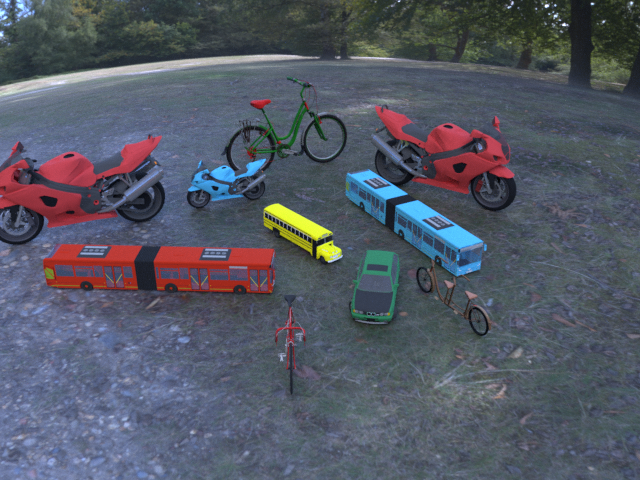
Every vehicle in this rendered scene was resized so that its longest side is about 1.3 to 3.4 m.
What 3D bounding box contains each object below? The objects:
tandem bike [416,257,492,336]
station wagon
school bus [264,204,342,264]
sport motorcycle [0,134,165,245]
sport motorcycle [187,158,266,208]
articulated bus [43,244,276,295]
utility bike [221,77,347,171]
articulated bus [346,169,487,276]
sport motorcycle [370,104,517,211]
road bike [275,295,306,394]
[{"bbox_3d":[1.830,0.720,9.714,0.283,0.682,1.642,-14,31,-25],"label":"tandem bike"},{"bbox_3d":[0.817,0.618,10.125,0.682,0.473,1.597,4,28,8],"label":"station wagon"},{"bbox_3d":[-0.292,-0.112,11.538,0.365,0.434,1.708,-22,35,-35],"label":"school bus"},{"bbox_3d":[-4.033,-0.861,11.708,2.955,1.596,0.983,-12,30,-22],"label":"sport motorcycle"},{"bbox_3d":[-1.715,-1.052,12.891,1.520,0.821,0.506,-10,30,-19],"label":"sport motorcycle"},{"bbox_3d":[-2.336,0.424,10.397,3.401,0.561,0.605,1,28,2],"label":"articulated bus"},{"bbox_3d":[-0.736,-2.337,14.220,2.791,1.839,1.039,-13,31,-22],"label":"utility bike"},{"bbox_3d":[1.493,-0.383,11.912,0.605,0.561,3.401,-14,31,-25],"label":"articulated bus"},{"bbox_3d":[2.271,-1.552,13.005,2.955,1.596,0.983,19,33,31],"label":"sport motorcycle"},{"bbox_3d":[-0.362,1.187,8.655,0.358,0.852,1.545,-1,28,-2],"label":"road bike"}]
